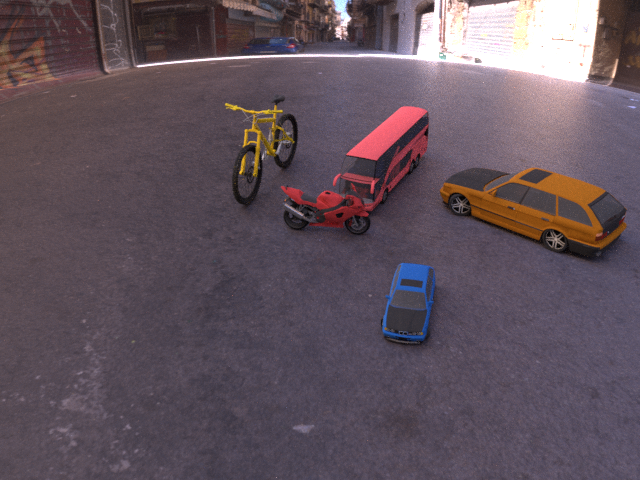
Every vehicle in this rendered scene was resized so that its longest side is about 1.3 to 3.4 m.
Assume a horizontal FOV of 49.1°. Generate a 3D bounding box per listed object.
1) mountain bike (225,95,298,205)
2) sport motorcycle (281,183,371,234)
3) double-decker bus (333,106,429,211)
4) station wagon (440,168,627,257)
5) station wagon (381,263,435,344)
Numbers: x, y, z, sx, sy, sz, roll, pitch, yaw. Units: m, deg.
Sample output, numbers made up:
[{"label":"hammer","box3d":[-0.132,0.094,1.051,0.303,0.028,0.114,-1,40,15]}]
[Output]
[{"label":"mountain bike","box3d":[-1.000,-1.847,13.189,1.114,1.688,2.857,10,31,18]},{"label":"sport motorcycle","box3d":[0.097,-0.510,11.699,1.520,0.821,0.506,5,30,9]},{"label":"double-decker bus","box3d":[1.269,-1.582,13.366,0.756,1.052,3.251,13,32,22]},{"label":"station wagon","box3d":[3.554,-0.702,11.938,3.105,0.920,1.327,25,38,37]},{"label":"station wagon","box3d":[1.251,0.811,9.708,0.682,0.473,1.597,6,30,11]}]
